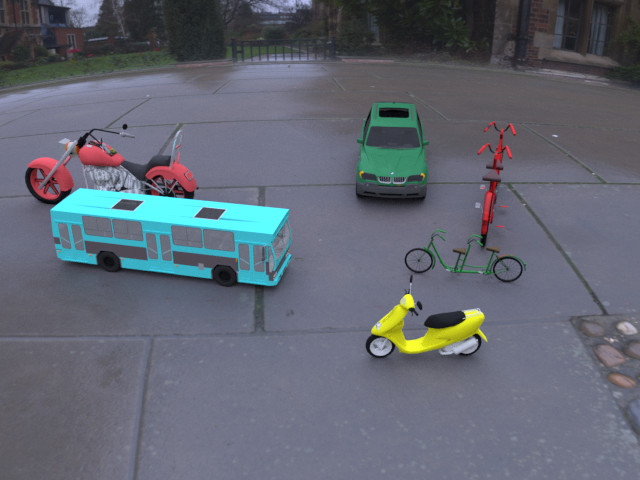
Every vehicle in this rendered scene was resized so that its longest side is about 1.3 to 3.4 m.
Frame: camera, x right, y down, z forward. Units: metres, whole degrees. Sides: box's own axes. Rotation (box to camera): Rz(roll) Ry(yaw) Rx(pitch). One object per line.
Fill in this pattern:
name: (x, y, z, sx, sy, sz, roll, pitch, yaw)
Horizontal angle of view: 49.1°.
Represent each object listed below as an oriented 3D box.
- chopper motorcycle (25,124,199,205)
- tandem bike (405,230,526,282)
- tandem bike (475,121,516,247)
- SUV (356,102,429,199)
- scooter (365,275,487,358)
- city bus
chopper motorcycle: (-3.473, -1.183, 11.416, 3.040, 1.480, 0.906, 7, 28, 13)
tandem bike: (1.986, 0.224, 9.578, 1.642, 0.682, 0.283, 5, 28, 10)
tandem bike: (2.802, -1.024, 11.277, 0.550, 1.326, 3.192, 8, 29, 15)
SUV: (1.321, -1.703, 12.795, 1.276, 1.128, 3.058, 3, 28, 5)
scooter: (1.222, 0.942, 7.942, 1.399, 0.919, 0.662, -1, 28, -2)
city bus: (-2.070, -0.028, 9.831, 3.255, 0.894, 0.926, 6, 28, 12)
